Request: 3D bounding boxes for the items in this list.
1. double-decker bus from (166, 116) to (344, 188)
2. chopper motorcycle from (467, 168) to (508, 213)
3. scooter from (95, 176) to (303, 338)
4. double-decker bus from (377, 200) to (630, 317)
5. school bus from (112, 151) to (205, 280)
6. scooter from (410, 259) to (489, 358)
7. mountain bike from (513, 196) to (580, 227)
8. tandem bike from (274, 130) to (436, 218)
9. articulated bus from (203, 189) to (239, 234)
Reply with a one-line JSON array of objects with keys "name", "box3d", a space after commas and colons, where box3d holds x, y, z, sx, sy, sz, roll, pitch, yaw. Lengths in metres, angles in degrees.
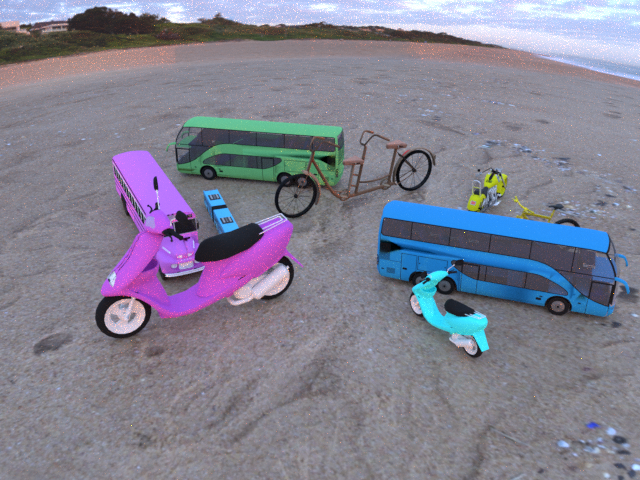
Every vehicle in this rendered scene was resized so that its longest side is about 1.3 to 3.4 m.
[{"name": "double-decker bus", "box3d": [-1.172, -1.637, 12.900, 3.251, 1.052, 0.756, 6, 29, 11]}, {"name": "chopper motorcycle", "box3d": [2.860, -0.886, 11.794, 0.466, 0.761, 1.563, 17, 32, 28]}, {"name": "scooter", "box3d": [-1.480, 0.187, 8.679, 2.721, 1.786, 1.288, -13, 31, -23]}, {"name": "double-decker bus", "box3d": [2.385, 0.238, 9.367, 3.251, 1.052, 0.756, 10, 29, 18]}, {"name": "school bus", "box3d": [-2.550, -0.466, 10.914, 0.709, 0.844, 3.322, -13, 31, -23]}, {"name": "scooter", "box3d": [1.551, 0.779, 8.491, 0.662, 0.919, 1.399, -16, 32, -27]}, {"name": "mountain bike", "box3d": [3.188, -0.159, 10.311, 1.469, 0.868, 0.573, -6, 28, -11]}, {"name": "tandem bike", "box3d": [0.673, -1.220, 11.823, 3.192, 1.326, 0.550, -14, 31, -25]}, {"name": "articulated bus", "box3d": [-1.597, -0.374, 11.335, 0.311, 0.289, 1.749, -9, 29, -17]}]
